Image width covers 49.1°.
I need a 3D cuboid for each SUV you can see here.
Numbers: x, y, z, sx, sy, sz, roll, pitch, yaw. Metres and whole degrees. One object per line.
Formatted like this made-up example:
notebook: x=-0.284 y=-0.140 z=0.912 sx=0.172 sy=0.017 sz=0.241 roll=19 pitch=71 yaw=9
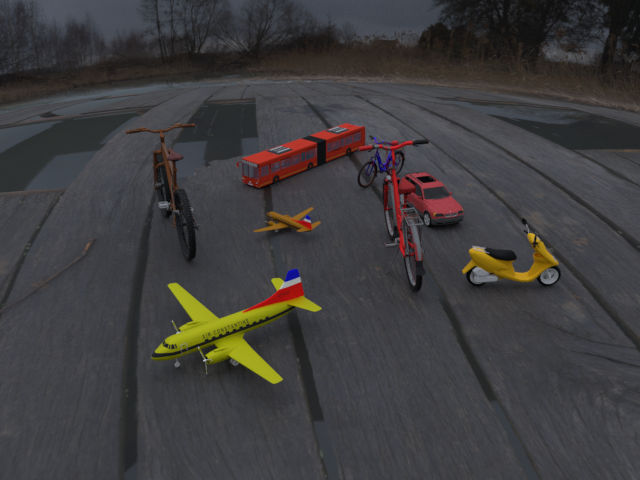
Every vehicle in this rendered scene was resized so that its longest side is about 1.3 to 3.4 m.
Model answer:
SUV: x=1.934 y=-0.747 z=12.300 sx=0.656 sy=0.580 sz=1.572 roll=-8 pitch=27 yaw=-17

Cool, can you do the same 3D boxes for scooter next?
scooter: x=2.729 y=0.239 z=9.844 sx=1.399 sy=0.919 sz=0.662 roll=0 pitch=26 yaw=0

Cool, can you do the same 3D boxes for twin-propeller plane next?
twin-propeller plane: x=-1.065 y=0.951 z=8.501 sx=2.129 sy=0.792 sz=2.663 roll=-17 pitch=31 yaw=-32
twin-propeller plane: x=-0.526 y=-0.347 z=11.664 sx=1.095 sy=0.407 sz=1.370 roll=22 pitch=33 yaw=38

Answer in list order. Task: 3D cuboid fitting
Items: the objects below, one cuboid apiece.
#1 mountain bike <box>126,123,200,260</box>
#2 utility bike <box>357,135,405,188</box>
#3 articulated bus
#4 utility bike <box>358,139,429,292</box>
mountain bike: x=-2.386 y=-0.864 z=11.261 sx=1.114 sy=1.688 sz=2.857 roll=-10 pitch=27 yaw=-20
utility bike: x=1.262 y=-1.557 z=13.573 sx=0.535 sy=0.946 sz=1.435 roll=23 pitch=34 yaw=40
articulated bus: x=-0.273 y=-1.811 z=14.549 sx=0.605 sy=0.561 sz=3.401 roll=20 pitch=32 yaw=36
utility bike: x=1.105 y=-0.478 z=10.277 sx=1.039 sy=1.839 sz=2.791 roll=-2 pitch=26 yaw=-5
